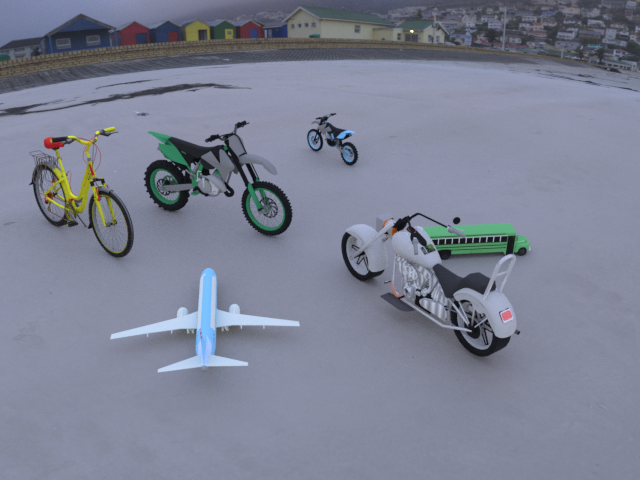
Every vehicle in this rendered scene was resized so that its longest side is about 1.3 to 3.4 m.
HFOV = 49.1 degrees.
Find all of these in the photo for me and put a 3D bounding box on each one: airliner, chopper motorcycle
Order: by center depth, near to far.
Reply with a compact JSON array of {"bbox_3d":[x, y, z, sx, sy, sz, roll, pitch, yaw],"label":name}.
[{"bbox_3d":[-1.408,0.795,8.636,2.257,0.835,2.541,-3,28,-6],"label":"airliner"},{"bbox_3d":[1.269,0.299,8.888,0.906,1.480,3.040,-18,32,-30],"label":"chopper motorcycle"}]

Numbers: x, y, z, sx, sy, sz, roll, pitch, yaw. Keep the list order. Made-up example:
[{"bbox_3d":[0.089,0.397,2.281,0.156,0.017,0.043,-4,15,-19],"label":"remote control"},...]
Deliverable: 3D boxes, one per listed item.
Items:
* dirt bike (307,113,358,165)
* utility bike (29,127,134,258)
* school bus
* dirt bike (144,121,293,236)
[{"bbox_3d":[0.230,-2.055,14.066,0.527,0.857,1.493,-22,35,-36],"label":"dirt bike"},{"bbox_3d":[-3.690,-0.888,10.772,2.791,1.839,1.039,22,35,35],"label":"utility bike"},{"bbox_3d":[2.331,0.007,10.575,1.708,0.434,0.365,-3,28,-5],"label":"school bus"},{"bbox_3d":[-1.706,-1.040,11.249,2.903,1.666,1.024,14,31,25],"label":"dirt bike"}]
